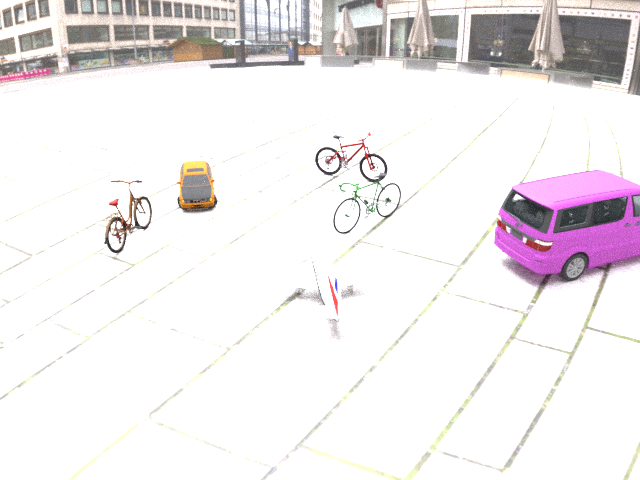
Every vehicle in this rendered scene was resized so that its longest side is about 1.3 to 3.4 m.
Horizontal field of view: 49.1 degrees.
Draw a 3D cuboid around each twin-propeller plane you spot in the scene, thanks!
[{"bbox_3d":[0.087,0.425,9.166,2.663,0.792,2.129,-3,27,-6],"label":"twin-propeller plane"}]

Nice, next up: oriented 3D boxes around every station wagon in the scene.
[{"bbox_3d":[-2.197,-1.012,12.423,0.682,0.473,1.597,-4,27,-9],"label":"station wagon"}]

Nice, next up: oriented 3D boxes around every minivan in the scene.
[{"bbox_3d":[4.078,-0.340,10.253,3.011,1.197,1.324,-11,28,-21],"label":"minivan"}]

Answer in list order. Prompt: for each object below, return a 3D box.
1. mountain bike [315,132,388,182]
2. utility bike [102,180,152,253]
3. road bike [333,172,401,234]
[{"bbox_3d":[0.575,-1.557,13.078,1.469,0.868,0.573,12,29,22],"label":"mountain bike"},{"bbox_3d":[-2.993,-0.429,10.715,0.535,0.946,1.435,7,27,13],"label":"utility bike"},{"bbox_3d":[0.782,-0.632,11.231,1.545,0.852,0.358,-22,34,-37],"label":"road bike"}]
